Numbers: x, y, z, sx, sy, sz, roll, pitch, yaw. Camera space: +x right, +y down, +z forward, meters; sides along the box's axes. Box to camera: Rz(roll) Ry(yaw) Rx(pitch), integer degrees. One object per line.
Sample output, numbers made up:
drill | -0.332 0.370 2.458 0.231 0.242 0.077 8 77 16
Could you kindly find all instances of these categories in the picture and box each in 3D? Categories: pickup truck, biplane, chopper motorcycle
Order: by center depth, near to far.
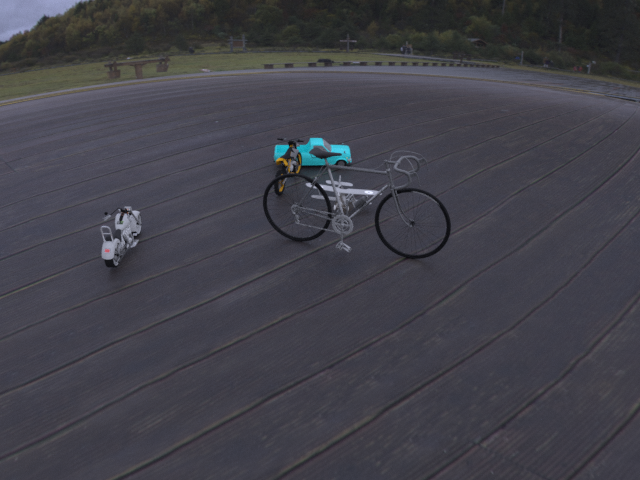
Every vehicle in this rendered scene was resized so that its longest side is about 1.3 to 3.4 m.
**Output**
chopper motorcycle | -3.049 -0.171 10.815 0.466 0.761 1.563 1 26 2
biplane | 0.407 -0.834 12.434 1.336 0.504 1.090 -2 27 -4
pickup truck | -0.151 -1.797 14.362 1.603 0.511 0.640 -1 26 -2

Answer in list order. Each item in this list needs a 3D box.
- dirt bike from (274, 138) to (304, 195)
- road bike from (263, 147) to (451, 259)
dirt bike | -0.602 -1.454 13.285 0.527 0.857 1.493 7 27 15
road bike | 0.509 -0.594 10.661 3.004 1.656 0.696 9 28 17
